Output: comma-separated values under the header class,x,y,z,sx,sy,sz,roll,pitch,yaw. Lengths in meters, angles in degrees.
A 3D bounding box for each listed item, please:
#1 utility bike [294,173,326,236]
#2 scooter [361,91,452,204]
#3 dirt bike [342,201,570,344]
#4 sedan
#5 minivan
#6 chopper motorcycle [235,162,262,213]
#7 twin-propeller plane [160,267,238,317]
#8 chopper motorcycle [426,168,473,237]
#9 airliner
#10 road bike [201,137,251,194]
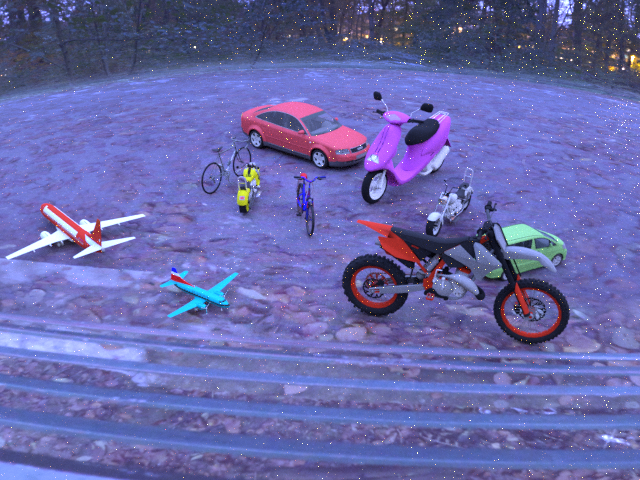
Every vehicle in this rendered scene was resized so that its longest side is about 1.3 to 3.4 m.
class,x,y,z,sx,sy,sz,roll,pitch,yaw
utility bike,-0.201,-0.716,11.730,0.535,0.946,1.435,-6,28,-11
scooter,1.655,-1.829,12.945,1.288,1.786,2.721,22,35,36
dirt bike,1.678,0.410,8.811,2.903,1.666,1.024,9,29,17
sedan,-0.343,-2.335,14.819,3.137,0.940,1.235,22,35,36
minivan,2.996,0.119,10.495,1.548,0.616,0.681,-13,30,-23
chopper motorcycle,-1.263,-1.056,12.576,0.466,0.761,1.563,2,28,4
twin-propeller plane,-1.664,0.686,9.639,1.095,0.407,1.370,18,32,30
chopper motorcycle,2.195,-0.635,11.774,0.466,0.761,1.563,18,32,30
airliner,-3.975,-0.337,11.127,2.257,0.835,2.541,-22,35,-35
road bike,-1.755,-1.441,13.212,0.358,0.852,1.545,15,31,27
